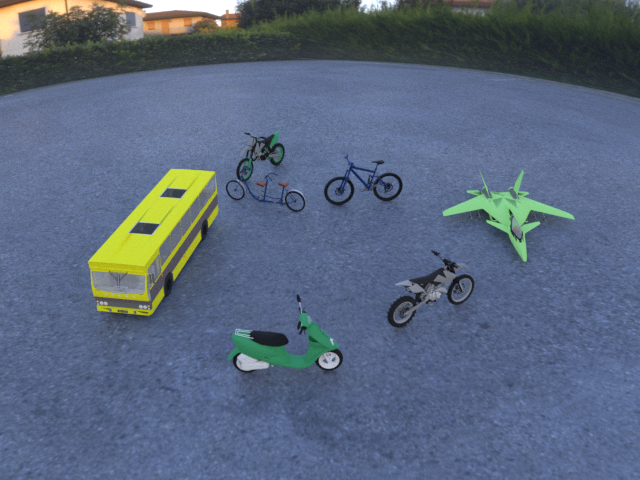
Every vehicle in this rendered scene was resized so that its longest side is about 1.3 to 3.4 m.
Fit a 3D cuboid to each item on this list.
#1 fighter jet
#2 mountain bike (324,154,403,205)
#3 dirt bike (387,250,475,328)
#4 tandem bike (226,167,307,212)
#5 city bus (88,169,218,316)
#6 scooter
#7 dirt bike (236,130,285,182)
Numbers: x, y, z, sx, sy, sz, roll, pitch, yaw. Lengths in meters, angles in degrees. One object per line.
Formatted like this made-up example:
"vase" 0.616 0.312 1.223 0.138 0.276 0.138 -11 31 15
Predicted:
"fighter jet" 3.234 -0.447 11.839 2.229 0.557 2.640 2 29 3
"mountain bike" 0.793 -1.066 12.653 1.469 0.868 0.573 -5 29 -10
"dirt bike" 1.534 0.654 9.495 1.493 0.857 0.527 -16 32 -27
"tandem bike" -0.983 -0.918 12.578 1.642 0.682 0.283 12 31 20
"city bus" -2.420 -0.055 10.763 0.926 0.894 3.255 4 29 8
"scooter" -0.416 1.209 8.408 1.399 0.919 0.662 -1 28 -2
"dirt bike" -1.164 -1.728 13.886 0.527 0.857 1.493 18 33 30
